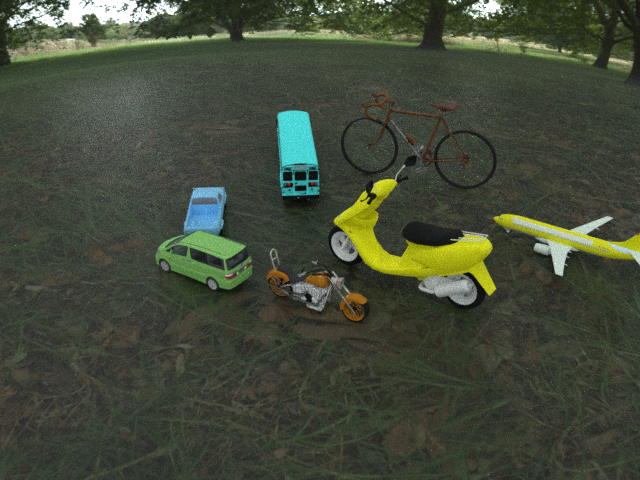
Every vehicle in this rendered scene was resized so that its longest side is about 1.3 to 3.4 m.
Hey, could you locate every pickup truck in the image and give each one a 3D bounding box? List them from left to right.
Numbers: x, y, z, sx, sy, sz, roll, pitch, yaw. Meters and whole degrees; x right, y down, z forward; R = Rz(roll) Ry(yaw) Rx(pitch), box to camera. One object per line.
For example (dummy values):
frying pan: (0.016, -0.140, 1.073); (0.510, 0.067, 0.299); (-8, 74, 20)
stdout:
pickup truck: (-1.938, -0.525, 11.874); (0.640, 0.511, 1.603); (-2, 30, -3)

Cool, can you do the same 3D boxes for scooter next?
scooter: (1.236, -0.114, 9.867); (2.721, 1.786, 1.288); (20, 35, 31)

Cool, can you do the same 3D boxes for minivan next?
minivan: (-1.766, 0.233, 10.440); (1.548, 0.616, 0.681); (18, 34, 28)

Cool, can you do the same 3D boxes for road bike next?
road bike: (1.805, -1.855, 13.048); (3.004, 1.656, 0.697); (11, 32, 18)

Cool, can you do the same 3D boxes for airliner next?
airliner: (3.916, -0.185, 10.951); (2.541, 0.835, 2.257); (21, 36, 32)

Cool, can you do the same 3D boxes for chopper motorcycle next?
chopper motorcycle: (-0.046, 0.622, 9.613); (1.563, 0.761, 0.466); (15, 33, 24)

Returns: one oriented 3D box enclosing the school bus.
school bus: (-0.469, -1.759, 13.697); (0.709, 0.844, 3.322); (-2, 30, -4)
